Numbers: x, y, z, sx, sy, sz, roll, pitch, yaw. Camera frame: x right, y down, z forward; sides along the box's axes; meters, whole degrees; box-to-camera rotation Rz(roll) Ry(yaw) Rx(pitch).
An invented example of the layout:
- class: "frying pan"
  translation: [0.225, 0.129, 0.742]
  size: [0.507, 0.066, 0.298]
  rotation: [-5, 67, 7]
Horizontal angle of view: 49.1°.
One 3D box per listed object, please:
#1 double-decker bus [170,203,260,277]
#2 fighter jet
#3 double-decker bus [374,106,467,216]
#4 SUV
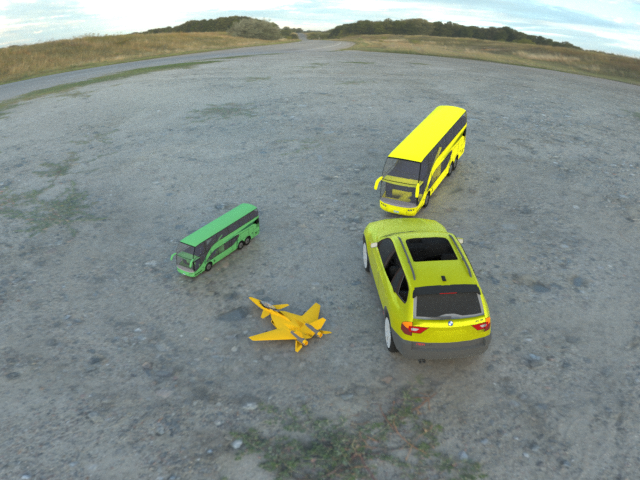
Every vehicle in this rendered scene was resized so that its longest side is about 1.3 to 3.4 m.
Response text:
- class: "double-decker bus"
  translation: [-1.537, -0.002, 10.586]
  size: [0.389, 0.541, 1.672]
  rotation: [17, 34, 28]
- class: "fighter jet"
  translation: [-0.516, 0.953, 9.139]
  size: [1.147, 0.286, 1.358]
  rotation: [-24, 37, -36]
- class: "double-decker bus"
  translation: [1.923, -1.473, 12.696]
  size: [0.756, 1.052, 3.251]
  rotation: [13, 32, 22]
- class: "SUV"
  translation: [1.344, 0.402, 9.262]
  size: [1.276, 1.128, 3.058]
  rotation: [-3, 29, -5]
